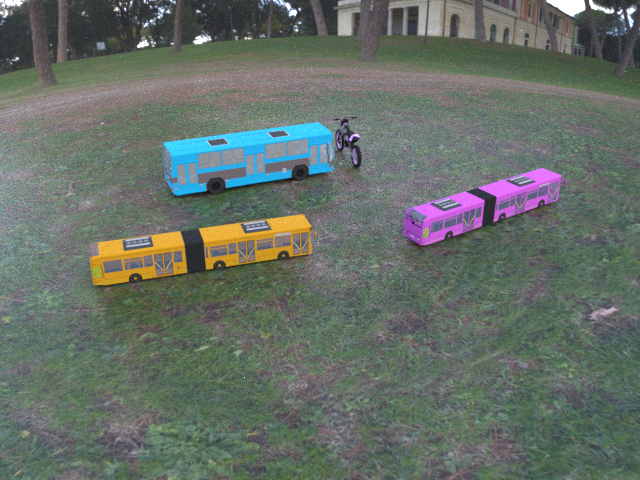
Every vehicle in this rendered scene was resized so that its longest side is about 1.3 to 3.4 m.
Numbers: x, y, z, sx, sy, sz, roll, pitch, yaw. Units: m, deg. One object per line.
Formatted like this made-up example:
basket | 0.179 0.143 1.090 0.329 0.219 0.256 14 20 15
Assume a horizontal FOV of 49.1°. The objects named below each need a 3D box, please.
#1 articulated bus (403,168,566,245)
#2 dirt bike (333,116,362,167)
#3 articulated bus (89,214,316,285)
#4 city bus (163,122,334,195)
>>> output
articulated bus | 2.924 -0.616 12.241 3.401 0.561 0.605 -17 32 -30
dirt bike | 0.586 -2.131 14.824 0.527 0.857 1.493 -8 29 -16
articulated bus | -1.764 0.138 10.794 3.401 0.561 0.605 -8 29 -16
city bus | -1.366 -1.577 13.723 3.255 0.894 0.926 -11 29 -20
